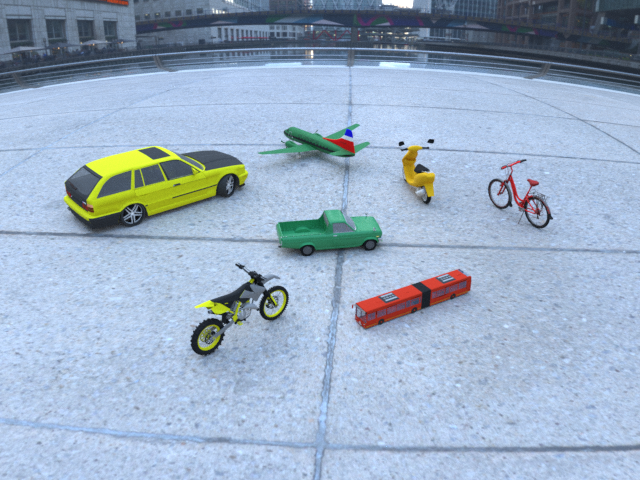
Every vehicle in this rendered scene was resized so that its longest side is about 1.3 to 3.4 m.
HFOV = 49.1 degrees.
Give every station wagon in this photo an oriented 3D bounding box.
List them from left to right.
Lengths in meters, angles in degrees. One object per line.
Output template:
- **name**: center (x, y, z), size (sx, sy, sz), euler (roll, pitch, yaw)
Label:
- **station wagon**: center (-2.728, -1.082, 11.977), size (3.105, 0.920, 1.327), euler (-21, 34, -34)

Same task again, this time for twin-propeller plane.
- **twin-propeller plane**: center (-0.044, -2.038, 13.948), size (2.663, 0.792, 2.129), euler (-22, 35, -36)

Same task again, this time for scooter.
- **scooter**: center (1.725, -1.266, 12.332), size (0.662, 0.919, 1.399), euler (-6, 28, -12)

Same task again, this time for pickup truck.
- **pickup truck**: center (0.140, -0.150, 10.633), size (1.603, 0.511, 0.640), euler (-5, 28, -9)

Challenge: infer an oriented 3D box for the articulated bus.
- **articulated bus**: center (1.231, 0.751, 9.146), size (1.749, 0.289, 0.311), euler (-15, 31, -27)

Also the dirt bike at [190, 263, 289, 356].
- **dirt bike**: center (-0.952, 0.794, 8.449), size (1.493, 0.857, 0.527), euler (-24, 36, -38)

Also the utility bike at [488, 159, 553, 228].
- **utility bike**: center (3.211, -0.767, 11.346), size (0.535, 0.946, 1.435), euler (-16, 31, -27)
